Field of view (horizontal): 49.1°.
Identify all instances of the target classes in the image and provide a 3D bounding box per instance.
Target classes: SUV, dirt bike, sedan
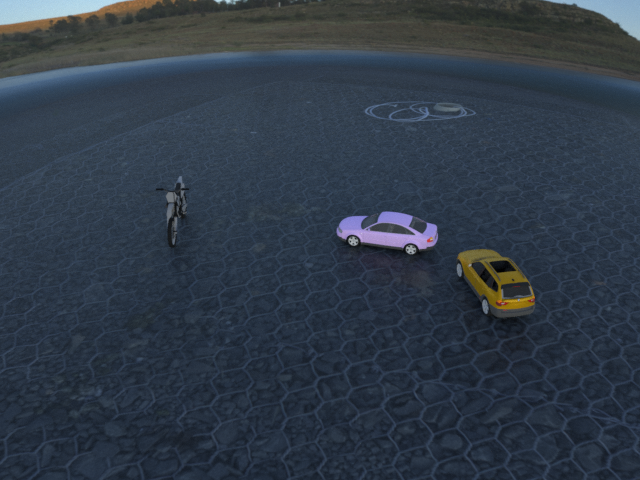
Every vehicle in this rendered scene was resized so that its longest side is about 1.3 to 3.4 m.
[{"bbox_3d":[2.439,0.510,9.784,0.656,0.580,1.572,-5,29,-10],"label":"SUV"},{"bbox_3d":[-2.329,-0.523,11.373,0.527,0.857,1.493,-1,29,-1],"label":"dirt bike"},{"bbox_3d":[1.062,-0.171,11.121,1.613,0.483,0.635,8,30,15],"label":"sedan"}]
